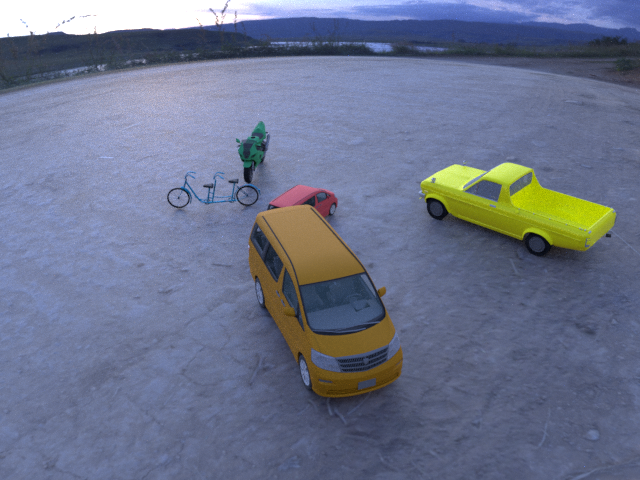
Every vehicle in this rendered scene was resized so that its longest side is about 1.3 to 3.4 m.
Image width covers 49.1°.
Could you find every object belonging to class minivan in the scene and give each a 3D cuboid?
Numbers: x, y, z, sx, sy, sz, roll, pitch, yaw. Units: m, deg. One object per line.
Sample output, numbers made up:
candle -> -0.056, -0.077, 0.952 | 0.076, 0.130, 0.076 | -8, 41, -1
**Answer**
minivan -> -0.283, -0.574, 11.814 | 0.681, 0.616, 1.548 | 16, 33, 27
minivan -> -0.014, 0.672, 8.960 | 1.324, 1.197, 3.011 | -11, 31, -18

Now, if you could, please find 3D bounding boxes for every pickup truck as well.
pickup truck -> 3.182, -0.647, 11.557 | 3.117, 0.993, 1.244 | 23, 37, 36

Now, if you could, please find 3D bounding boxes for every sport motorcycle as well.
sport motorcycle -> -1.285, -1.729, 13.692 | 0.506, 0.821, 1.520 | 4, 29, 7

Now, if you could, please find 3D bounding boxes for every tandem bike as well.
tandem bike -> -1.871, -0.884, 12.307 | 1.642, 0.682, 0.283 | -2, 29, -4
